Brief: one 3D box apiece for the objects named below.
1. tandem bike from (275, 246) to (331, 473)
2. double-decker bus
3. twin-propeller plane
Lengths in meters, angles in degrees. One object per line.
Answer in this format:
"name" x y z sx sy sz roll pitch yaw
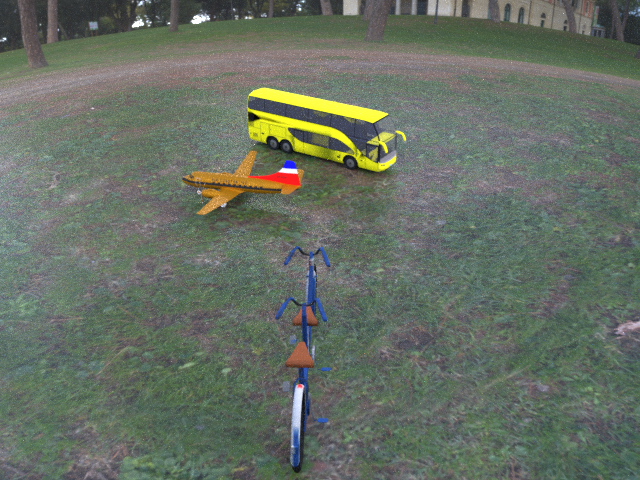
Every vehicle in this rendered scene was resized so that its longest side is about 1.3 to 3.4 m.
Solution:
"tandem bike" -0.156 1.029 7.556 0.550 1.326 3.192 1 29 2
"double-decker bus" 0.035 -2.129 13.490 3.251 1.052 0.756 18 34 29
"twin-propeller plane" -1.355 -1.052 11.829 2.129 0.792 2.663 7 30 12
